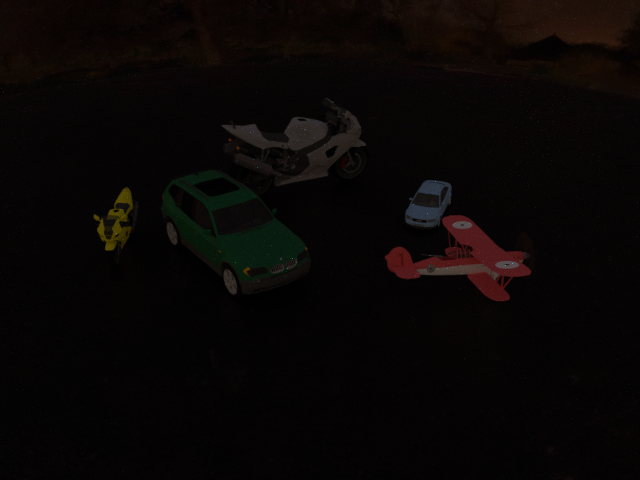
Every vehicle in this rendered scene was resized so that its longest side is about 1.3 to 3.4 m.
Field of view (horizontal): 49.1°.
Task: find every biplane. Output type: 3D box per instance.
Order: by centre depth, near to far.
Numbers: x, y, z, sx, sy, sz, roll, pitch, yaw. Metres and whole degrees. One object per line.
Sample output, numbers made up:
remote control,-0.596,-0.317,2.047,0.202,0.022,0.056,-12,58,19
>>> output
biplane,1.990,0.307,10.045,2.120,0.981,2.598,-4,28,-8

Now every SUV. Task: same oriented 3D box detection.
SUV,-1.394,-0.221,10.888,1.276,1.128,3.058,-19,33,-32

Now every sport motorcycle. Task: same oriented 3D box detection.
sport motorcycle,-3.208,-0.206,11.191,0.506,0.821,1.520,-1,28,-2
sport motorcycle,-0.388,-1.680,13.156,2.955,1.596,0.983,-12,30,-22

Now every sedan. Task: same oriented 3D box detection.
sedan,1.945,-0.687,12.465,0.635,0.483,1.613,10,29,18
